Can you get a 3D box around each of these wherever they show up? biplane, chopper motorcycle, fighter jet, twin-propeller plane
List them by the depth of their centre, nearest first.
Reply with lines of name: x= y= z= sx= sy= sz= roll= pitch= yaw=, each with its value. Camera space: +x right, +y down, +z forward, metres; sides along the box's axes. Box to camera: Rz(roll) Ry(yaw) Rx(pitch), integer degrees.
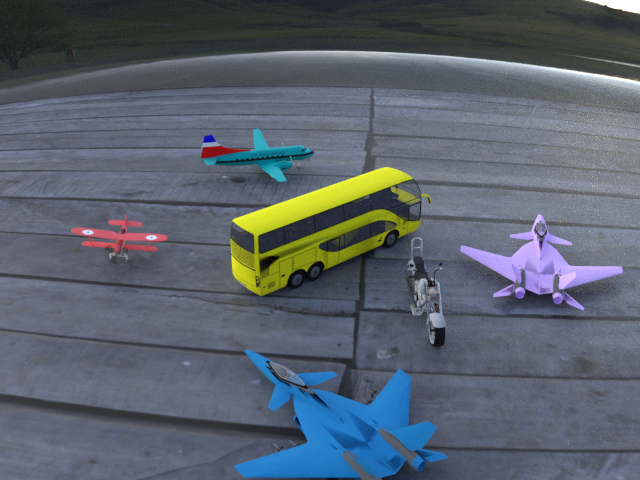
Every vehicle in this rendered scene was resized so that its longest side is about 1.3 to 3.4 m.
fighter jet: x=-0.035 y=1.631 z=7.250 sx=2.229 sy=0.557 sz=2.640 roll=-22 pitch=36 yaw=-34
chopper motorcycle: x=1.344 y=0.635 z=8.842 sx=0.466 sy=0.761 sz=1.563 roll=-3 pitch=29 yaw=-5
fighter jet: x=3.190 y=0.053 z=10.107 sx=2.229 sy=0.557 sz=2.640 roll=8 pitch=30 yaw=14
biplane: x=-2.903 y=-0.034 z=10.319 sx=1.336 sy=0.504 sz=1.090 roll=-3 pitch=29 yaw=-5
twin-propeller plane: x=-1.136 y=-1.641 z=12.934 sx=2.129 sy=0.792 sz=2.663 roll=-7 pitch=30 yaw=-13

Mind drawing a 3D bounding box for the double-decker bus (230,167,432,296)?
double-decker bus: x=0.218 y=-0.210 z=10.072 sx=3.251 sy=1.052 sz=0.756 roll=-22 pitch=36 yaw=-34
